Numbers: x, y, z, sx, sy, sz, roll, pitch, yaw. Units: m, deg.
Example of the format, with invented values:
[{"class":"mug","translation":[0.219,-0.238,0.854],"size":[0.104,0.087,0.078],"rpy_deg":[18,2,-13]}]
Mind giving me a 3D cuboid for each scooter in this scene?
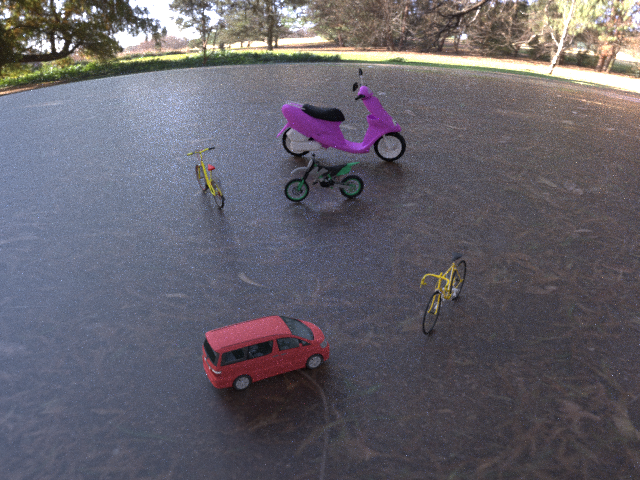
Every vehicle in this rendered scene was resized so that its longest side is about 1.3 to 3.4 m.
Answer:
[{"class":"scooter","translation":[0.439,-2.517,14.419],"size":[2.721,1.786,1.288],"rpy_deg":[4,28,7]}]

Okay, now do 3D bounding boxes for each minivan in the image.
[{"class":"minivan","translation":[-0.639,1.298,8.529],"size":[1.548,0.616,0.681],"rpy_deg":[-12,31,-22]}]

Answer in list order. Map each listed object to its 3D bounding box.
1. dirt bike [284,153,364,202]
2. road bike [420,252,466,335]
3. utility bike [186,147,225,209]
[{"class":"dirt bike","translation":[0.081,-1.114,12.783],"size":[1.493,0.857,0.527],"rpy_deg":[-5,29,-9]},{"class":"road bike","translation":[1.711,0.652,9.485],"size":[0.358,0.852,1.545],"rpy_deg":[16,32,27]},{"class":"utility bike","translation":[-2.076,-1.156,12.766],"size":[0.535,0.946,1.435],"rpy_deg":[-14,31,-25]}]
